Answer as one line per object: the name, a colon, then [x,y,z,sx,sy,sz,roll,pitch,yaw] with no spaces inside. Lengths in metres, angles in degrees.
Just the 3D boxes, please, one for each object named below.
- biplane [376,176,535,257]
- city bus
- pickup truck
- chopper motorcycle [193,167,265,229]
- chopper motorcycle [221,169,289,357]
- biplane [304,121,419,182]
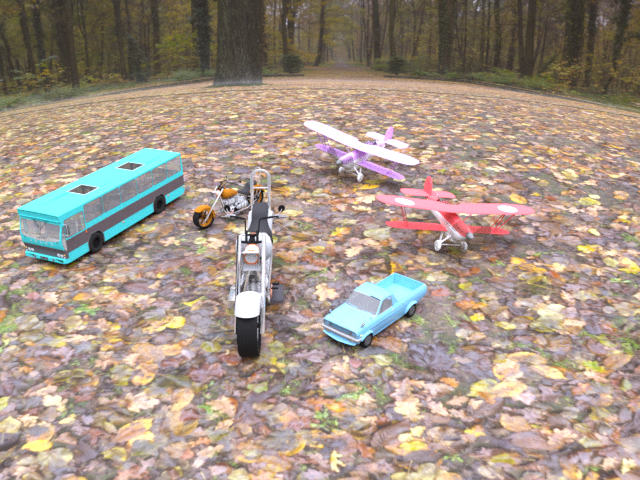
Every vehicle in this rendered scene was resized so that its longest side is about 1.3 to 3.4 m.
biplane: [2.059,-0.430,11.249,2.598,0.981,2.120,-5,26,-11]
city bus: [-3.525,-0.629,11.776,0.926,0.894,3.255,10,27,21]
pickup truck: [0.736,0.835,9.095,0.640,0.511,1.603,20,32,36]
chopper motorcycle: [-1.574,-0.741,12.174,0.466,0.761,1.563,21,32,38]
chopper motorcycle: [-0.863,0.208,9.294,0.906,1.480,3.040,0,25,-1]
biplane: [0.962,-1.786,14.152,2.598,0.981,2.120,17,30,31]
